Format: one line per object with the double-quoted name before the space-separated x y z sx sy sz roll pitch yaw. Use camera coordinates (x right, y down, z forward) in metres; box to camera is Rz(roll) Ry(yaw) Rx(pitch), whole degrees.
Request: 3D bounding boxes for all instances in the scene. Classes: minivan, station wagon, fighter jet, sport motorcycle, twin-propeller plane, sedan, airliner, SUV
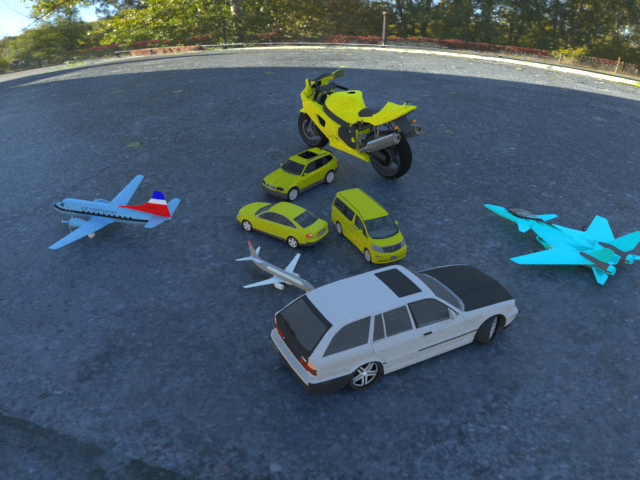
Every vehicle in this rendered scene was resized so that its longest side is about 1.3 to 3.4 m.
"minivan" 0.748 -0.228 10.839 0.681 0.616 1.548 -14 33 -22
"station wagon" 0.990 0.877 8.620 3.105 0.920 1.327 -15 33 -23
"fighter jet" 3.593 -0.227 10.896 2.229 0.557 2.640 -21 36 -32
"sport motorcycle" 0.619 -2.211 13.293 0.983 1.596 2.955 -26 39 -37
"twin-propeller plane" -3.348 -0.532 11.190 2.129 0.792 2.663 8 31 14
"sedan" -0.620 -0.330 11.149 1.613 0.483 0.635 19 35 30
"airliner" -0.567 0.395 9.947 1.307 0.429 1.161 22 37 33
"SUV" -0.345 -1.223 12.598 0.656 0.580 1.572 25 38 36
